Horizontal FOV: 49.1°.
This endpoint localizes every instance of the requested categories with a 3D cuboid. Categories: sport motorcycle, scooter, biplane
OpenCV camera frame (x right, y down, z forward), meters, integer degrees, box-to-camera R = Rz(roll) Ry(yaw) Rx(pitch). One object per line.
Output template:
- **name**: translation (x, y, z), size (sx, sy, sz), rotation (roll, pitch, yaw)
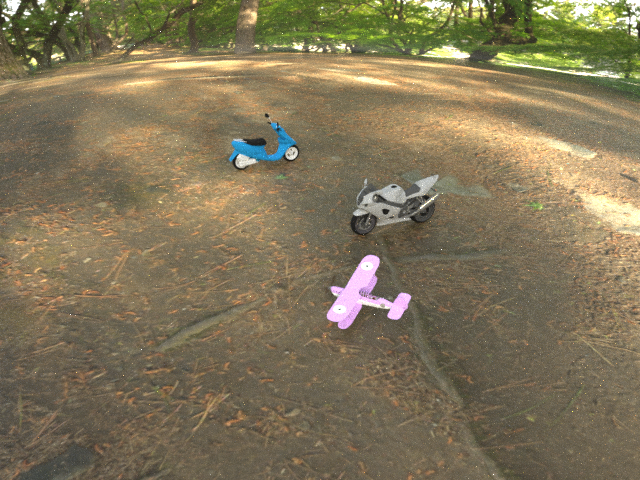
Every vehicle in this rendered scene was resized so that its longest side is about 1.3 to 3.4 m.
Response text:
- **sport motorcycle**: translation (1.165, -0.556, 10.886), size (1.520, 0.821, 0.506), rotation (-12, 31, -21)
- **scooter**: translation (-1.037, -1.823, 13.107), size (1.399, 0.919, 0.662), rotation (-12, 31, -21)
- **biplane**: translation (0.580, 0.749, 8.822), size (1.090, 0.504, 1.336), rotation (13, 31, 22)
